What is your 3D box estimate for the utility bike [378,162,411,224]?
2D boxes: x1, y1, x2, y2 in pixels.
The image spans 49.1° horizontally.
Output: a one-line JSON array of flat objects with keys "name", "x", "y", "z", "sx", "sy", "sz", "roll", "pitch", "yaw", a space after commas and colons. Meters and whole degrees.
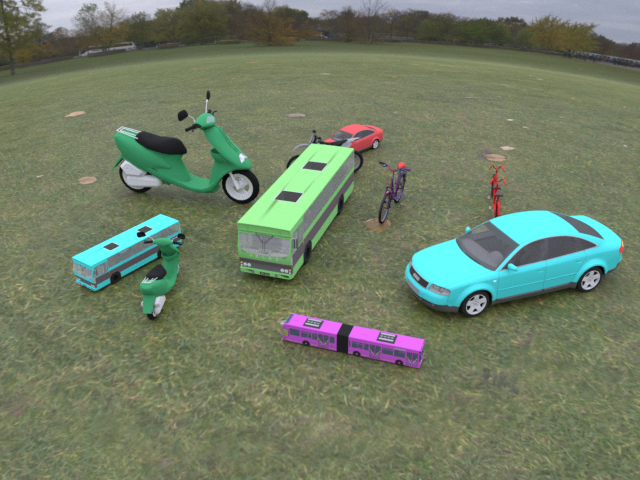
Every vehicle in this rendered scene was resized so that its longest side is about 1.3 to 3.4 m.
[{"name": "utility bike", "x": 1.277, "y": -0.889, "z": 11.666, "sx": 0.535, "sy": 0.946, "sz": 1.435, "roll": 11, "pitch": 31, "yaw": 19}]

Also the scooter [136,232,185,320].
[{"name": "scooter", "x": -2.126, "y": 0.385, "z": 9.359, "sx": 0.662, "sy": 0.919, "sz": 1.399, "roll": 3, "pitch": 29, "yaw": 5}]

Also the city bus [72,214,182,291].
[{"name": "city bus", "x": -2.775, "y": 0.173, "z": 10.227, "sx": 0.476, "sy": 0.460, "sz": 1.674, "roll": 19, "pitch": 34, "yaw": 31}]

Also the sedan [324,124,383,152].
[{"name": "sedan", "x": 0.619, "y": -2.040, "z": 14.258, "sx": 0.635, "sy": 0.483, "sz": 1.613, "roll": 26, "pitch": 38, "yaw": 38}]

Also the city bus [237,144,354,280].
[{"name": "city bus", "x": -0.276, "y": -0.525, "z": 11.053, "sx": 0.926, "sy": 0.894, "sz": 3.255, "roll": 9, "pitch": 30, "yaw": 16}]

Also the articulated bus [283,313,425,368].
[{"name": "articulated bus", "x": 0.402, "y": 1.215, "z": 8.495, "sx": 1.749, "sy": 0.289, "sz": 0.311, "roll": 9, "pitch": 30, "yaw": 16}]

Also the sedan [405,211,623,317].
[{"name": "sedan", "x": 2.695, "y": 0.198, "z": 9.681, "sx": 3.137, "sy": 0.940, "sz": 1.235, "roll": -10, "pitch": 30, "yaw": -17}]

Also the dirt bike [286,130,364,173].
[{"name": "dirt bike", "x": 0.102, "y": -1.584, "z": 13.033, "sx": 1.493, "sy": 0.857, "sz": 0.527, "roll": -7, "pitch": 29, "yaw": -13}]

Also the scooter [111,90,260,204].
[{"name": "scooter", "x": -2.359, "y": -1.544, "z": 11.990, "sx": 2.721, "sy": 1.786, "sz": 1.288, "roll": 7, "pitch": 29, "yaw": 12}]

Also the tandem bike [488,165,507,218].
[{"name": "tandem bike", "x": 2.965, "y": -0.796, "z": 11.771, "sx": 0.283, "sy": 0.682, "sz": 1.642, "roll": 5, "pitch": 29, "yaw": 8}]
